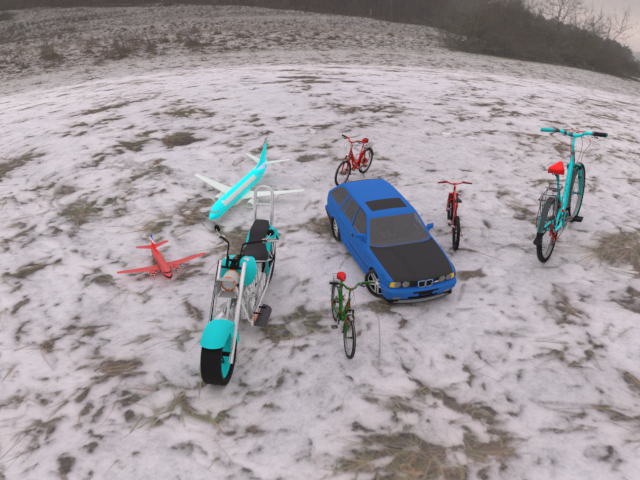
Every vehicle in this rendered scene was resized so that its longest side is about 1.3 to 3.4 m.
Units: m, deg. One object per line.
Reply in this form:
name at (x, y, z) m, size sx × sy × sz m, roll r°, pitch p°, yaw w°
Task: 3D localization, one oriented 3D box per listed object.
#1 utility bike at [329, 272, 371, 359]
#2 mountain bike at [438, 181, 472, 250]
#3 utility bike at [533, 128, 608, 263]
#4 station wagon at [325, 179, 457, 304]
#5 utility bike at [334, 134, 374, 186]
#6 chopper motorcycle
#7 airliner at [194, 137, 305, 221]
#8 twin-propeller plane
utility bike at (0.348, 0.840, 9.112) m, size 0.535 × 0.946 × 1.435 m, roll -5°, pitch 28°, yaw -9°
mountain bike at (2.236, -0.460, 11.650) m, size 0.573 × 0.868 × 1.469 m, roll 2°, pitch 28°, yaw 4°
utility bike at (3.874, -0.843, 11.336) m, size 1.039 × 1.839 × 2.791 m, roll 16°, pitch 32°, yaw 28°
station wagon at (1.038, -0.127, 10.966) m, size 1.327 × 0.920 × 3.105 m, roll -8°, pitch 29°, yaw -15°
utility bike at (0.743, -1.622, 13.763) m, size 0.535 × 0.946 × 1.435 m, roll 18°, pitch 33°, yaw 30°
chopper motorcycle at (-1.024, 0.498, 9.187) m, size 0.906 × 1.480 × 3.040 m, roll 4°, pitch 28°, yaw 8°
airliner at (-1.455, -1.134, 12.958) m, size 2.257 × 0.835 × 2.541 m, roll 10°, pitch 29°, yaw 17°
twin-propeller plane at (-2.453, 0.279, 10.746) m, size 1.370 × 0.407 × 1.095 m, roll -13°, pitch 31°, yaw -23°
